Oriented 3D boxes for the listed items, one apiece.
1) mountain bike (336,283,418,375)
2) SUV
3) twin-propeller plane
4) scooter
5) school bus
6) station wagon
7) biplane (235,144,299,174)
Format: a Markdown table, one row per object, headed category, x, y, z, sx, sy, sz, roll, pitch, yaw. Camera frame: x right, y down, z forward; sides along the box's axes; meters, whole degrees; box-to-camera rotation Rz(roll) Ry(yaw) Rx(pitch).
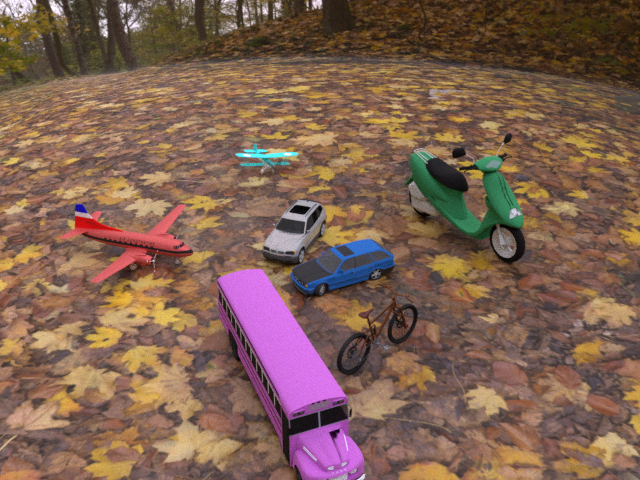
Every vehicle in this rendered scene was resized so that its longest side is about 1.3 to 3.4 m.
| category | x | y | z | sx | sy | sz | roll | pitch | yaw |
| --- | --- | --- | --- | --- | --- | --- | --- | --- | --- |
| mountain bike | 0.751 | 1.109 | 8.775 | 1.469 | 0.868 | 0.573 | -24 | 37 | -37 |
| SUV | -0.394 | -0.171 | 11.410 | 0.656 | 0.580 | 1.572 | 10 | 30 | 18 |
| twin-propeller plane | -2.964 | -0.084 | 11.031 | 2.129 | 0.792 | 2.663 | 9 | 30 | 16 |
| scooter | 2.345 | -0.868 | 11.427 | 1.288 | 1.786 | 2.721 | -18 | 34 | -30 |
| school bus | -0.432 | 1.491 | 8.101 | 0.709 | 0.844 | 3.322 | -11 | 31 | -20 |
| station wagon | 0.338 | 0.370 | 10.533 | 1.597 | 0.473 | 0.682 | -15 | 32 | -25 |
| biplane | -1.123 | -1.656 | 14.198 | 1.336 | 0.504 | 1.090 | -14 | 32 | -23 |
